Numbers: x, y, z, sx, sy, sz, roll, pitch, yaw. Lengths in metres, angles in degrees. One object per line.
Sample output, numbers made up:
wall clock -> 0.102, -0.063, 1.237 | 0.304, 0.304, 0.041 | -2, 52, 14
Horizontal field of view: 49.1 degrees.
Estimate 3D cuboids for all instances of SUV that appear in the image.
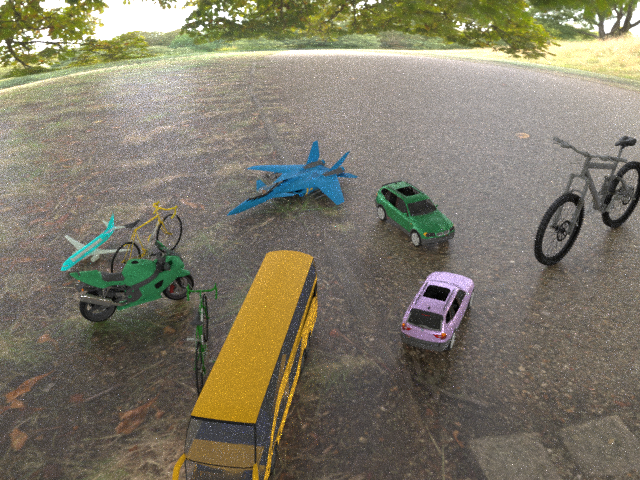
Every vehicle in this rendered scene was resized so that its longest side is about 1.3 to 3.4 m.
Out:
SUV -> 1.495, 0.796, 8.772 | 0.656, 0.580, 1.572 | 12, 31, 21
SUV -> 1.471, -0.447, 10.994 | 0.656, 0.580, 1.572 | -14, 32, -24

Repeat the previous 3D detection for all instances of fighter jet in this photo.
fighter jet -> -0.611, -1.017, 12.036 | 2.229, 0.557, 2.640 | 24, 37, 36

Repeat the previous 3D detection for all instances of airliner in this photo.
airliner -> -3.390, 0.026, 10.304 | 1.161, 0.429, 1.307 | 11, 31, 19

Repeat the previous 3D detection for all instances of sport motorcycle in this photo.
sport motorcycle -> -2.361, 0.554, 8.959 | 1.520, 0.821, 0.506 | -14, 32, -24

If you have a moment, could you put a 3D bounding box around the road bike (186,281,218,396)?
road bike -> -1.357, 1.067, 8.011 | 0.358, 0.852, 1.545 | -2, 29, -4

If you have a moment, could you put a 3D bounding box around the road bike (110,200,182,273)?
road bike -> -2.443, -0.001, 9.919 | 0.358, 0.852, 1.545 | 14, 32, 24

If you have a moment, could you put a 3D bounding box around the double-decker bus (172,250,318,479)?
double-decker bus -> -0.617, 1.334, 7.329 | 0.756, 1.052, 3.251 | 5, 30, 8

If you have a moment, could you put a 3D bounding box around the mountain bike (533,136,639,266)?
mountain bike -> 4.070, -0.689, 10.294 | 2.857, 1.688, 1.114 | -23, 36, -34
